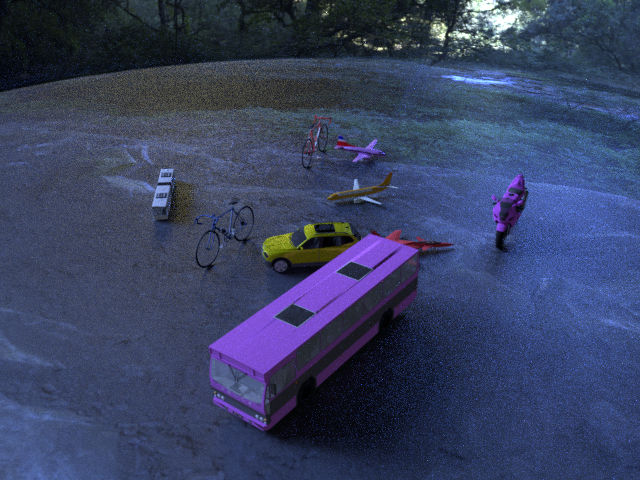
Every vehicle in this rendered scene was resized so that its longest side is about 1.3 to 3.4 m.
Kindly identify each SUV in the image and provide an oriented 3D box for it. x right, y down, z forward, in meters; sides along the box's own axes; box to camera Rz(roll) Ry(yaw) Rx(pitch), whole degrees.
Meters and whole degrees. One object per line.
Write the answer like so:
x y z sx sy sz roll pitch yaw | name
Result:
-0.114 0.074 10.708 1.572 0.580 0.656 -3 29 -6 | SUV

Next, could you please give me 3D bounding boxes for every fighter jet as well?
1.484 0.039 11.080 1.358 0.286 1.147 -3 29 -6 | fighter jet

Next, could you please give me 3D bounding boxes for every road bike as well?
-1.465 -0.175 10.883 0.358 0.852 1.545 15 32 25 | road bike
-0.094 -2.054 14.335 0.358 0.852 1.545 10 30 17 | road bike

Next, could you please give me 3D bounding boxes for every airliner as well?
0.744 -0.955 12.757 1.307 0.429 1.161 -10 30 -17 | airliner

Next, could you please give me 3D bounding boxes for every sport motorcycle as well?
3.107 -0.477 11.469 0.506 0.821 1.520 12 31 21 | sport motorcycle

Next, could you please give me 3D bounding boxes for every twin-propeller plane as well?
0.853 -1.902 14.521 1.095 0.407 1.370 12 31 20 | twin-propeller plane

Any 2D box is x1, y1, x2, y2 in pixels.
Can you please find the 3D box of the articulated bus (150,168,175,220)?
-2.832 -0.862 12.733 0.311 0.289 1.749 -3 29 -5 | articulated bus

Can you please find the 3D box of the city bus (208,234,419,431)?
0.065 1.021 8.638 0.926 0.894 3.255 19 34 31 | city bus
